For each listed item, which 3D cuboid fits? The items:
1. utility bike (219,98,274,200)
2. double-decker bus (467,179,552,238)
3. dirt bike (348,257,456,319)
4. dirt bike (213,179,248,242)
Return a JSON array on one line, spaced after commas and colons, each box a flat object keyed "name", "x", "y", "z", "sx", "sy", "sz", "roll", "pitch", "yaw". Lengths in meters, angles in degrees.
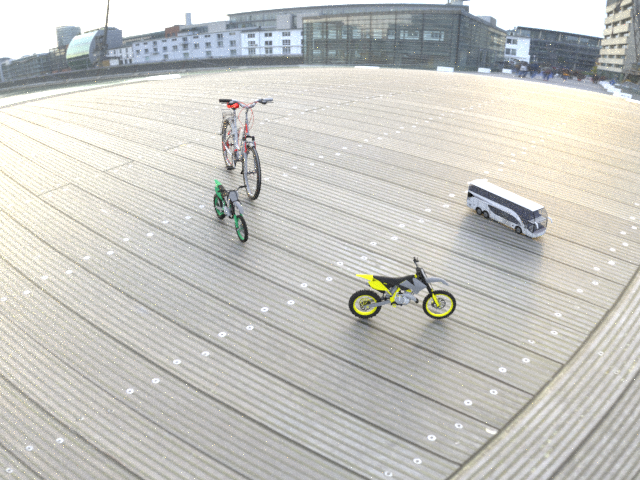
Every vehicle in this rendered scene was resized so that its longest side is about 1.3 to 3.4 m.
[{"name": "utility bike", "x": -1.502, "y": -2.015, "z": 13.753, "sx": 1.039, "sy": 1.839, "sz": 2.791, "roll": -10, "pitch": 30, "yaw": -19}, {"name": "double-decker bus", "x": 3.308, "y": -0.556, "z": 12.385, "sx": 0.389, "sy": 0.541, "sz": 1.672, "roll": -18, "pitch": 33, "yaw": -31}, {"name": "dirt bike", "x": 1.142, "y": 0.722, "z": 9.633, "sx": 1.493, "sy": 0.857, "sz": 0.527, "roll": 1, "pitch": 28, "yaw": 1}, {"name": "dirt bike", "x": -1.553, "y": -0.569, "z": 12.071, "sx": 0.527, "sy": 0.857, "sz": 1.493, "roll": -14, "pitch": 31, "yaw": -24}]
